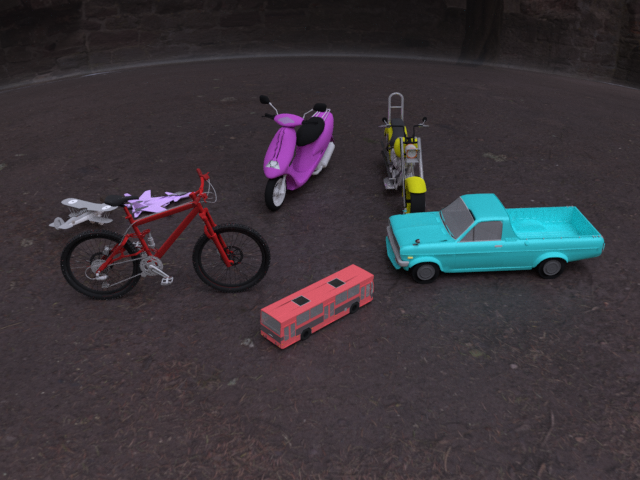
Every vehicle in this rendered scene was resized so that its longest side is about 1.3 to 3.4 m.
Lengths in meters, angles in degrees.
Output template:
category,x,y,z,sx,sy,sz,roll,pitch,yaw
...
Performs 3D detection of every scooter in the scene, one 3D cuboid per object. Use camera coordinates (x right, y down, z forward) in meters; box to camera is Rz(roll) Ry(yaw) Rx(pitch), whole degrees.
category,x,y,z,sx,sy,sz,roll,pitch,yaw
scooter,-0.357,-1.782,12.744,1.288,1.786,2.721,12,31,21

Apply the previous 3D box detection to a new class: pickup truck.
category,x,y,z,sx,sy,sz,roll,pitch,yaw
pickup truck,2.575,-0.106,10.513,3.117,0.993,1.244,-2,29,-4

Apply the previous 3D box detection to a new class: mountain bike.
category,x,y,z,sx,sy,sz,roll,pitch,yaw
mountain bike,-2.111,0.041,9.523,2.857,1.688,1.114,-3,29,-5

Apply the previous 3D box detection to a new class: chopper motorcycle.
category,x,y,z,sx,sy,sz,roll,pitch,yaw
chopper motorcycle,1.522,-1.529,12.600,0.906,1.480,3.040,-1,29,-3

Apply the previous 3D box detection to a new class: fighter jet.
category,x,y,z,sx,sy,sz,roll,pitch,yaw
fighter jet,-2.758,-0.767,12.452,1.358,0.286,1.147,-18,33,-29

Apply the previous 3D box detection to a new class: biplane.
category,x,y,z,sx,sy,sz,roll,pitch,yaw
biplane,-3.925,-0.400,11.558,1.336,0.504,1.090,18,34,30

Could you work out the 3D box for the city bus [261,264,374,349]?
category,x,y,z,sx,sy,sz,roll,pitch,yaw
city bus,-0.007,0.876,9.278,1.674,0.460,0.476,-24,37,-36
